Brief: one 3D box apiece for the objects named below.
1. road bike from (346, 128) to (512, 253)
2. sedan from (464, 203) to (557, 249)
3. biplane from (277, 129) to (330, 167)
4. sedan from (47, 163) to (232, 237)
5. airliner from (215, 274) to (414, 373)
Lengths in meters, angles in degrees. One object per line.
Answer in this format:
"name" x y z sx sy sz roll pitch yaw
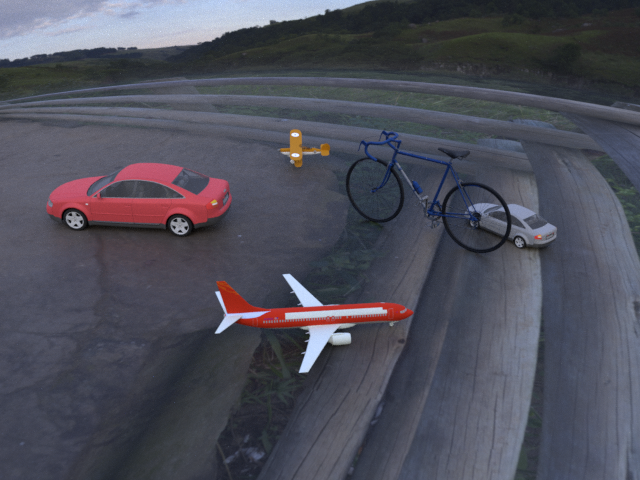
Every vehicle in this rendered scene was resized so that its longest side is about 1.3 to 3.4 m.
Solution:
"road bike" 1.649 -0.809 11.130 3.004 1.656 0.697 19 32 32
"sedan" 3.097 -0.325 11.472 0.635 0.483 1.613 -20 33 -34
"biplane" -0.337 -1.836 14.447 1.090 0.504 1.336 -1 27 -2
"sedan" -3.078 -0.769 11.848 3.137 0.940 1.235 3 27 6
"airliner" -0.046 0.807 8.837 2.541 0.835 2.257 -3 27 -7
